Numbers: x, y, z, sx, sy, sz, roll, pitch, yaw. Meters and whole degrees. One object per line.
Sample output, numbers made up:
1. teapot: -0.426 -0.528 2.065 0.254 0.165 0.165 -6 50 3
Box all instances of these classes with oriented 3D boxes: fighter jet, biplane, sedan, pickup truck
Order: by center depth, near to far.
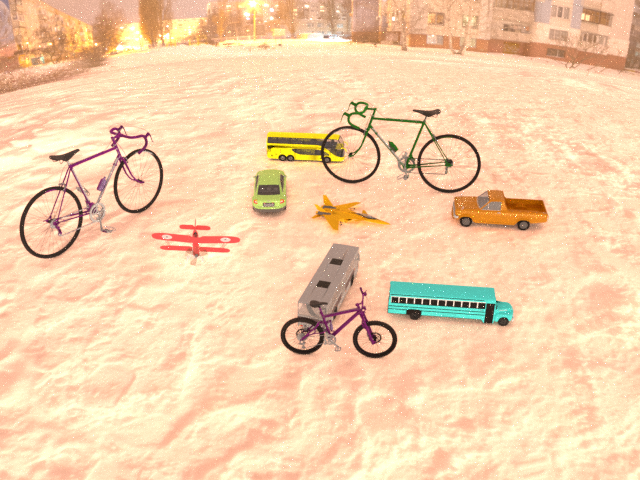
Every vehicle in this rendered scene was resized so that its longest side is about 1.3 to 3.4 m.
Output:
1. biplane: -1.936 0.014 11.021 1.336 0.504 1.090 -5 29 -9
2. pickup truck: 3.082 -0.552 12.030 1.603 0.511 0.640 4 29 6
3. fighter jet: 0.580 -0.466 12.107 1.358 0.286 1.147 11 31 20
4. sedan: -0.919 -0.987 12.840 0.635 0.483 1.613 -1 29 -2

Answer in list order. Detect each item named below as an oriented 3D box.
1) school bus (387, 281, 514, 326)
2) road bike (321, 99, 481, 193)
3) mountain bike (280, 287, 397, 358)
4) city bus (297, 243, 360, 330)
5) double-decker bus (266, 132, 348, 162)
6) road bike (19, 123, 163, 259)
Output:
1. school bus: 1.790 0.856 9.580 1.708 0.434 0.365 3 29 6
2. road bike: 1.472 -1.719 12.950 3.004 1.656 0.697 7 30 12
3. mountain bike: 0.233 1.093 8.708 1.469 0.868 0.573 2 29 4
4. city bus: 0.146 0.655 9.914 0.476 0.460 1.674 9 30 15
5. double-decker bus: -0.270 -1.920 14.459 1.672 0.541 0.389 3 29 5
6. road bike: -3.650 -0.863 11.413 0.696 1.656 3.004 17 33 28
